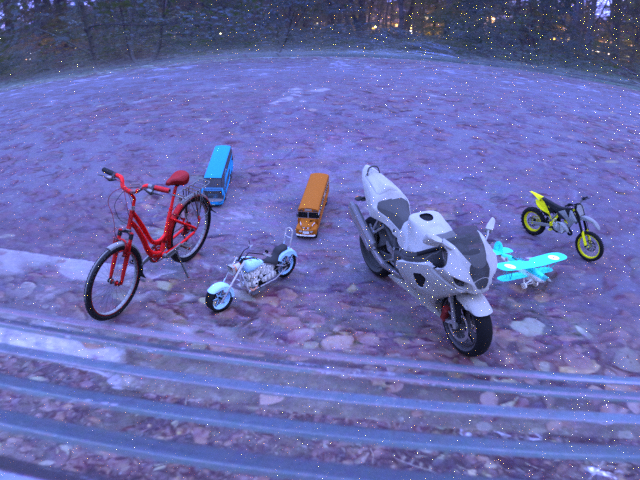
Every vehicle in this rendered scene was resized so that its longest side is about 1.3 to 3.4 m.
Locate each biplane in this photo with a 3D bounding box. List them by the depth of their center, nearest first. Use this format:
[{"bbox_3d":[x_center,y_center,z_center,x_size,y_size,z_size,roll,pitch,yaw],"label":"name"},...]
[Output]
[{"bbox_3d":[2.855,0.353,9.897,1.336,0.504,1.090,-17,33,-28],"label":"biplane"}]

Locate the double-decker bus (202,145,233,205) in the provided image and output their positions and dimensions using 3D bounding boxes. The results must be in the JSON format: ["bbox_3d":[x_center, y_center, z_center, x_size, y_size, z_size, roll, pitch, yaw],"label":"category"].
[{"bbox_3d":[-1.824,-1.161,12.588,0.389,0.541,1.672,0,29,0],"label":"double-decker bus"}]

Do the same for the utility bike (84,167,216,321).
[{"bbox_3d":[-2.160,-0.156,9.439,1.039,1.839,2.791,14,32,23],"label":"utility bike"}]

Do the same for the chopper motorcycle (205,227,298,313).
[{"bbox_3d":[-0.918,0.395,9.557,0.466,0.761,1.563,26,38,38],"label":"chopper motorcycle"}]

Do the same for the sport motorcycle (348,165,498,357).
[{"bbox_3d":[1.297,0.198,9.050,0.983,1.596,2.955,-13,32,-22],"label":"sport motorcycle"}]

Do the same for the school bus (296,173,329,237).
[{"bbox_3d":[-0.115,-0.587,11.664,0.365,0.434,1.708,4,29,7],"label":"school bus"}]

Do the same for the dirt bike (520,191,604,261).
[{"bbox_3d":[3.699,-0.274,10.662,0.527,0.857,1.493,-20,35,-31],"label":"dirt bike"}]
